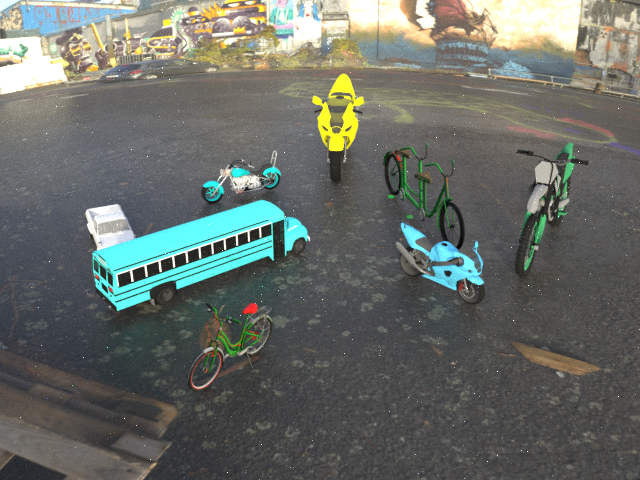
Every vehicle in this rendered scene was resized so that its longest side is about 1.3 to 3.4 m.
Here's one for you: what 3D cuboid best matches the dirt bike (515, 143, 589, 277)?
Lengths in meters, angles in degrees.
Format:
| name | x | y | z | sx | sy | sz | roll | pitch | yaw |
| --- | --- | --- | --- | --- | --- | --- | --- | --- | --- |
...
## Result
| name | x | y | z | sx | sy | sz | roll | pitch | yaw |
| --- | --- | --- | --- | --- | --- | --- | --- | --- | --- |
| dirt bike | 3.536 | -0.627 | 10.797 | 1.024 | 1.666 | 2.903 | 14 | 30 | 26 |

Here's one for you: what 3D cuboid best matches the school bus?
| name | x | y | z | sx | sy | sz | roll | pitch | yaw |
| --- | --- | --- | --- | --- | --- | --- | --- | --- | --- |
| school bus | -1.591 | 0.131 | 10.210 | 3.322 | 0.844 | 0.709 | -20 | 33 | -34 |

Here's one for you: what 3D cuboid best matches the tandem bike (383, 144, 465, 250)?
| name | x | y | z | sx | sy | sz | roll | pitch | yaw |
| --- | --- | --- | --- | --- | --- | --- | --- | --- | --- |
| tandem bike | 1.705 | -0.970 | 11.854 | 0.550 | 1.326 | 3.192 | -8 | 28 | -15 |

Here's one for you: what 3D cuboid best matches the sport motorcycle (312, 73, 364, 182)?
| name | x | y | z | sx | sy | sz | roll | pitch | yaw |
| --- | --- | --- | --- | --- | --- | --- | --- | --- | --- |
| sport motorcycle | 0.402 | -2.346 | 14.276 | 0.983 | 1.596 | 2.955 | 2 | 27 | 4 |

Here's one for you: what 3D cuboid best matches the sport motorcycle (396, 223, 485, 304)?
| name | x | y | z | sx | sy | sz | roll | pitch | yaw |
| --- | --- | --- | --- | --- | --- | --- | --- | --- | --- |
| sport motorcycle | 1.702 | 0.321 | 9.858 | 0.506 | 0.821 | 1.520 | -22 | 34 | -37 |

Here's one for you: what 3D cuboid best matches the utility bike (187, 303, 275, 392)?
| name | x | y | z | sx | sy | sz | roll | pitch | yaw |
| --- | --- | --- | --- | --- | --- | --- | --- | --- | --- |
| utility bike | -0.970 | 1.142 | 8.098 | 0.535 | 0.946 | 1.435 | 20 | 33 | 34 |

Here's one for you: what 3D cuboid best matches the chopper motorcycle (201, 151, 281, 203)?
| name | x | y | z | sx | sy | sz | roll | pitch | yaw |
| --- | --- | --- | --- | --- | --- | --- | --- | --- | --- |
| chopper motorcycle | -1.440 | -1.162 | 12.859 | 1.563 | 0.761 | 0.466 | -14 | 30 | -26 |

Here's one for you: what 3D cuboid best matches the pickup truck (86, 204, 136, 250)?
| name | x | y | z | sx | sy | sz | roll | pitch | yaw |
| --- | --- | --- | --- | --- | --- | --- | --- | --- | --- |
| pickup truck | -3.339 | -0.180 | 11.194 | 0.640 | 0.511 | 1.603 | -12 | 29 | -22 |
